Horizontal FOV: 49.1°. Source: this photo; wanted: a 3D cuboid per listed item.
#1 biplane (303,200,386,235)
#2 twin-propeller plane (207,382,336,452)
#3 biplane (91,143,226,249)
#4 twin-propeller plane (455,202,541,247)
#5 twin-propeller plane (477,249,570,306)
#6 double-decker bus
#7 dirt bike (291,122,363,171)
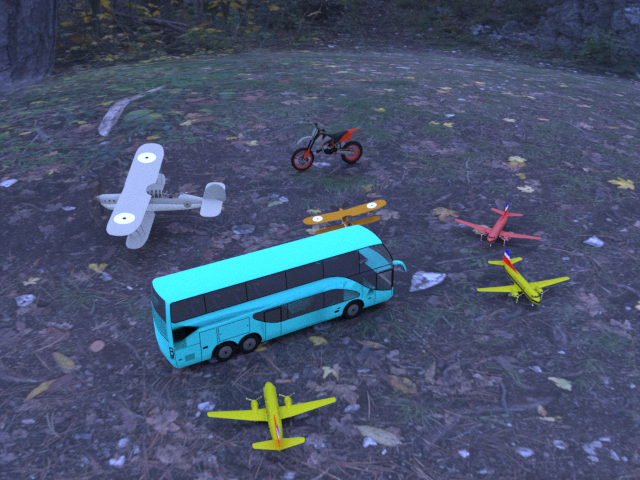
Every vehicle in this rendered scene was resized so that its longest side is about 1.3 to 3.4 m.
[{"bbox_3d":[0.428,-0.238,10.945,1.336,0.504,1.090,-6,29,-11],"label":"biplane"},{"bbox_3d":[-0.490,1.792,7.346,1.370,0.407,1.095,-5,29,-9],"label":"twin-propeller plane"},{"bbox_3d":[-2.554,-0.609,11.125,2.120,0.981,2.598,0,29,0],"label":"biplane"},{"bbox_3d":[2.824,-0.244,11.056,1.370,0.407,1.095,14,32,24],"label":"twin-propeller plane"},{"bbox_3d":[2.766,0.528,9.649,1.370,0.407,1.095,-6,29,-12],"label":"twin-propeller plane"},{"bbox_3d":[-0.460,0.635,8.786,3.251,1.052,0.756,-15,32,-26],"label":"double-decker bus"},{"bbox_3d":[0.148,-1.793,13.412,1.493,0.857,0.527,-11,31,-19],"label":"dirt bike"}]
